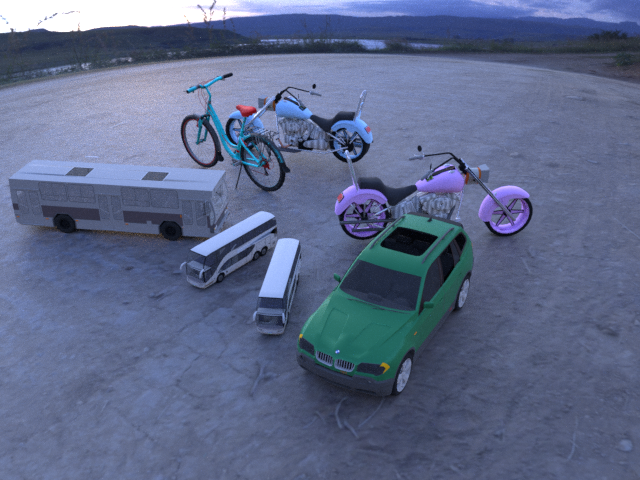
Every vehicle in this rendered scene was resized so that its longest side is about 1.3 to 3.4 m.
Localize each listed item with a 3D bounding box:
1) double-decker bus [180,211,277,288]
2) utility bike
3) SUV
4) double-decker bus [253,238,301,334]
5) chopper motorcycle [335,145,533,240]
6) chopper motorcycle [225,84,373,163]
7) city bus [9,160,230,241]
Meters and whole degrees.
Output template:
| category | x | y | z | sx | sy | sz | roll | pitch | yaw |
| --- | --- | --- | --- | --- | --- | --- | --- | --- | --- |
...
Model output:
| category | x | y | z | sx | sy | sz | roll | pitch | yaw |
| --- | --- | --- | --- | --- | --- | --- | --- | --- | --- |
| double-decker bus | -1.246 | 0.135 | 9.957 | 0.389 | 0.541 | 1.672 | 19 | 34 | 31 |
| utility bike | -1.643 | -1.871 | 12.296 | 2.791 | 1.839 | 1.039 | 22 | 36 | 35 |
| SUV | 0.890 | 0.627 | 8.432 | 1.276 | 1.128 | 3.058 | 15 | 32 | 26 |
| double-decker bus | -0.520 | 0.592 | 9.114 | 0.389 | 0.541 | 1.672 | 3 | 29 | 6 |
| chopper motorcycle | 1.738 | -0.694 | 10.501 | 3.040 | 1.480 | 0.906 | -3 | 29 | -6 |
| chopper motorcycle | -0.446 | -2.302 | 13.468 | 3.040 | 1.480 | 0.906 | 11 | 30 | 19 |
| city bus | -3.105 | -0.622 | 10.982 | 3.255 | 0.894 | 0.926 | 4 | 29 | 7 |
